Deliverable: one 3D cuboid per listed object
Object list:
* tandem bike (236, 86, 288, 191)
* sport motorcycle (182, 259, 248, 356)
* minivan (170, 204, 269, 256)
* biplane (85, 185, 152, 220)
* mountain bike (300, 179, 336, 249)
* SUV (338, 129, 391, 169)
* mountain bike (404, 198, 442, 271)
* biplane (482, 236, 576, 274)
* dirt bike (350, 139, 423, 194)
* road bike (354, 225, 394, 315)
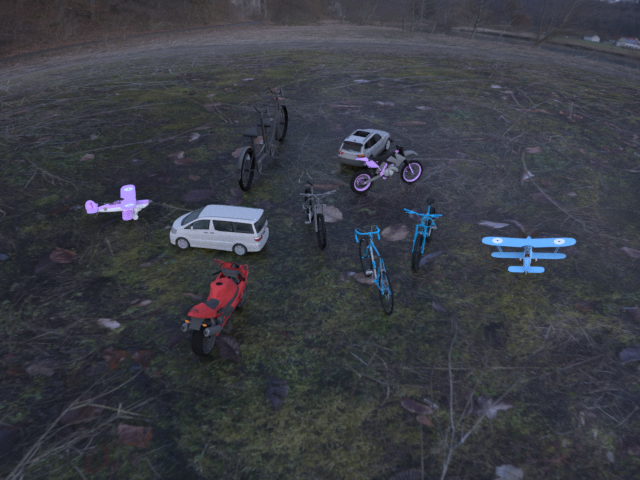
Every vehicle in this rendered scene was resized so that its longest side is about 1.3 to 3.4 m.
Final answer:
[{"bbox_3d":[-1.078,-2.067,13.492,0.550,1.326,3.192,7,31,11],"label":"tandem bike"},{"bbox_3d":[-1.300,0.836,9.101,0.506,0.821,1.520,10,32,16],"label":"sport motorcycle"},{"bbox_3d":[-1.609,-0.203,11.050,1.548,0.616,0.681,6,31,10],"label":"minivan"},{"bbox_3d":[-3.377,-0.582,11.798,1.090,0.504,1.336,-8,32,-13],"label":"biplane"},{"bbox_3d":[-0.086,-0.502,11.306,0.573,0.868,1.469,-6,31,-11],"label":"mountain bike"},{"bbox_3d":[0.898,-1.927,13.986,0.656,0.580,1.572,14,33,22],"label":"SUV"},{"bbox_3d":[1.603,-0.166,10.741,0.573,0.868,1.469,10,32,17],"label":"mountain bike"},{"bbox_3d":[3.075,0.218,10.450,1.336,0.504,1.090,9,32,14],"label":"biplane"},{"bbox_3d":[1.225,-1.321,12.695,1.493,0.857,0.527,-12,33,-20],"label":"dirt bike"},{"bbox_3d":[0.785,0.379,9.839,0.358,0.852,1.545,-7,31,-12],"label":"road bike"}]
